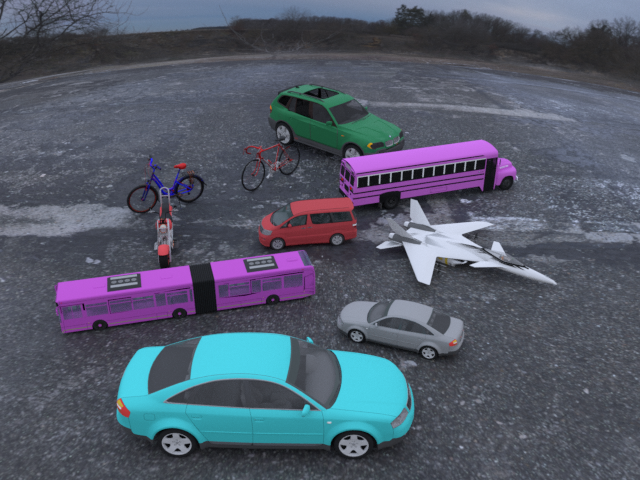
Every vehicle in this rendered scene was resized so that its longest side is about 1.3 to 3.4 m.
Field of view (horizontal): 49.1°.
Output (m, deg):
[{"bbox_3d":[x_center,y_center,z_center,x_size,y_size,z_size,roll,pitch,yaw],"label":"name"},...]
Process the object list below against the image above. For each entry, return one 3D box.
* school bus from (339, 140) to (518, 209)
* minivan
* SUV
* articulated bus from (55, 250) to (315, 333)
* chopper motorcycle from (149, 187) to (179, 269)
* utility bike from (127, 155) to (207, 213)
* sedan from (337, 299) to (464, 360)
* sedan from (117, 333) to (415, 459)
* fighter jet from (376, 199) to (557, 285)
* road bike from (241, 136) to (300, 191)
[{"bbox_3d":[2.003,-1.198,12.469,3.322,0.844,0.709,-10,31,-17],"label":"school bus"},{"bbox_3d":[-0.202,-0.281,11.061,1.548,0.616,0.681,-4,29,-7],"label":"minivan"},{"bbox_3d":[0.292,-2.416,14.360,3.058,1.128,1.276,23,37,35],"label":"SUV"},{"bbox_3d":[-1.766,0.672,9.408,3.401,0.561,0.605,-7,30,-13],"label":"articulated bus"},{"bbox_3d":[-2.378,-0.173,10.718,0.466,0.761,1.563,-4,29,-8],"label":"chopper motorcycle"},{"bbox_3d":[-2.594,-0.953,11.925,1.435,0.946,0.535,-16,33,-26],"label":"utility bike"},{"bbox_3d":[1.005,1.042,8.824,1.613,0.483,0.635,11,31,18],"label":"sedan"},{"bbox_3d":[-0.564,1.557,7.433,3.137,0.940,1.235,1,29,1],"label":"sedan"},{"bbox_3d":[2.266,0.099,10.439,2.640,0.557,2.229,19,34,31],"label":"fighter jet"},{"bbox_3d":[-0.894,-1.460,12.930,0.358,0.852,1.545,23,36,35],"label":"road bike"}]
